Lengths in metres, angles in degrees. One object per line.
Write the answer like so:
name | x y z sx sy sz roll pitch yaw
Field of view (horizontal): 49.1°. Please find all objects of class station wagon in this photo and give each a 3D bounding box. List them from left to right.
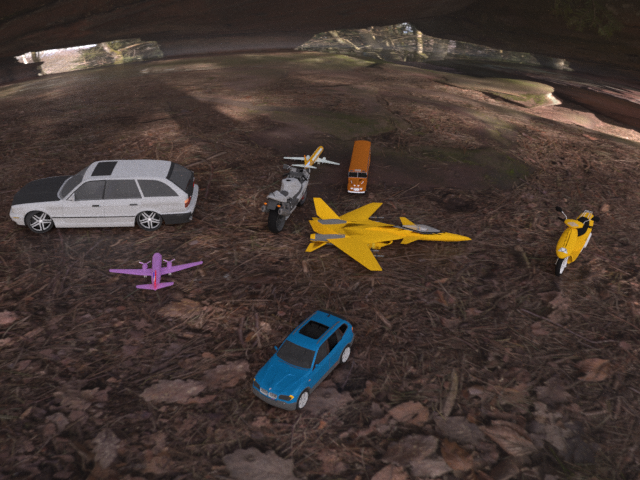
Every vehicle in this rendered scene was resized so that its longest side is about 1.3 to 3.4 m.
station wagon | -3.690 -0.814 11.988 3.105 0.920 1.327 -1 30 -2

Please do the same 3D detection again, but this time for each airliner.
airliner | -0.131 -1.733 14.069 1.161 0.429 1.307 8 31 14

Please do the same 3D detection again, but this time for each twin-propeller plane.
twin-propeller plane | -2.429 0.416 10.372 1.370 0.407 1.095 -5 30 -8

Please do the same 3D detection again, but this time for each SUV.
SUV | -0.176 1.403 8.491 0.656 0.580 1.572 18 34 28

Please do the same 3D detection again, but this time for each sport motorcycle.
sport motorcycle | -0.541 -0.730 11.942 0.506 0.821 1.520 11 32 18

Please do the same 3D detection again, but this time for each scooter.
scooter | 3.917 -0.090 10.736 0.662 0.919 1.399 19 35 30

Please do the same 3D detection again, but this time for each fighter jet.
fighter jet | 1.131 -0.212 11.309 2.640 0.557 2.229 2 30 4

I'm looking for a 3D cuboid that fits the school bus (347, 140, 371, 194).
school bus | 0.763 -1.407 13.500 0.365 0.434 1.708 3 30 6
